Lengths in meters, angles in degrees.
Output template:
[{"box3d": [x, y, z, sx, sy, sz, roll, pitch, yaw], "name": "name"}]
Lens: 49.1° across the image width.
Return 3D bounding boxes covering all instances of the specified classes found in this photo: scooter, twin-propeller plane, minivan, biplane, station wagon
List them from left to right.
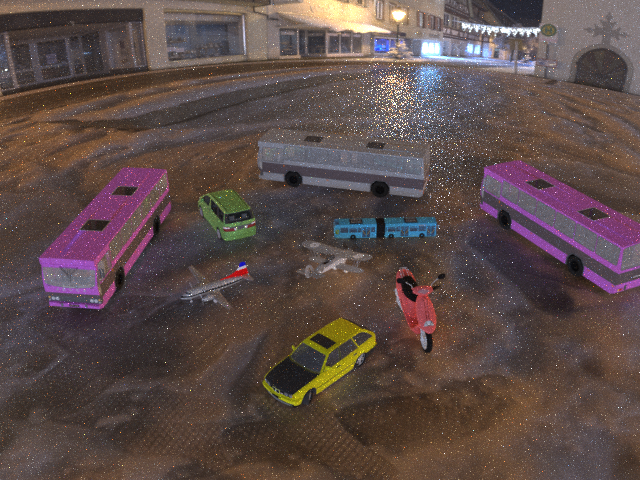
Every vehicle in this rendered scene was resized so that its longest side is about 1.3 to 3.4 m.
[{"box3d": [-1.534, 0.624, 10.234, 1.095, 0.407, 1.370, -17, 33, -29], "name": "twin-propeller plane"}, {"box3d": [-1.642, -0.525, 12.125, 0.681, 0.616, 1.548, -13, 31, -23], "name": "minivan"}, {"box3d": [0.010, 1.449, 8.650, 0.682, 0.473, 1.597, 24, 36, 36], "name": "station wagon"}, {"box3d": [0.134, 0.341, 10.652, 1.336, 0.504, 1.090, 23, 36, 36], "name": "biplane"}, {"box3d": [1.279, 0.790, 9.394, 0.662, 0.919, 1.399, -5, 29, -10], "name": "scooter"}]

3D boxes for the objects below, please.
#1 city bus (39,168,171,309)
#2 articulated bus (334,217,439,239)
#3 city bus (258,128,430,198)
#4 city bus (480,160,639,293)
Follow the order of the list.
[{"box3d": [-3.252, -0.111, 11.072, 0.926, 0.894, 3.255, 3, 29, 6], "name": "city bus"}, {"box3d": [1.116, -0.209, 11.886, 1.749, 0.289, 0.311, -1, 29, -2], "name": "articulated bus"}, {"box3d": [0.451, -1.478, 13.581, 3.255, 0.894, 0.926, 8, 30, 14], "name": "city bus"}, {"box3d": [3.913, -0.279, 11.381, 0.926, 0.894, 3.255, -12, 31, -22], "name": "city bus"}]
